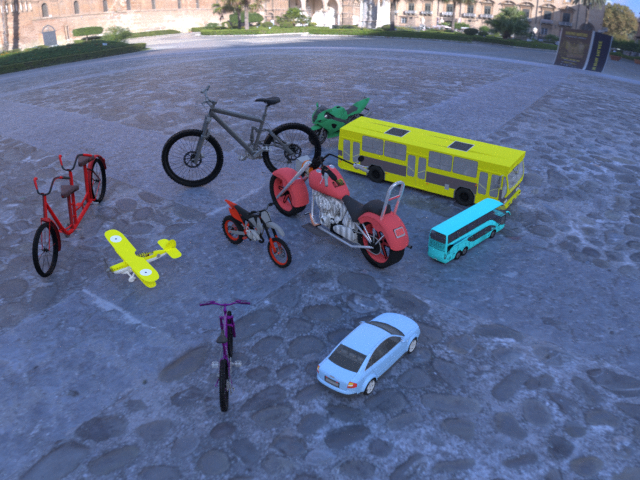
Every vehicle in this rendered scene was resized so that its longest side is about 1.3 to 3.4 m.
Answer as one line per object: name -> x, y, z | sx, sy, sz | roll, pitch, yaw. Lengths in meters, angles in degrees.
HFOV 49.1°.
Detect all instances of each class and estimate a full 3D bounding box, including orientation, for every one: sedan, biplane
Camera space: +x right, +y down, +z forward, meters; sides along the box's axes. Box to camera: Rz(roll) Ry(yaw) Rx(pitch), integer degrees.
sedan -> 0.607, 1.259, 8.232 | 0.635, 0.483, 1.613 | 21, 36, 32
biplane -> -2.512, 0.279, 9.933 | 1.090, 0.504, 1.336 | -22, 36, -33

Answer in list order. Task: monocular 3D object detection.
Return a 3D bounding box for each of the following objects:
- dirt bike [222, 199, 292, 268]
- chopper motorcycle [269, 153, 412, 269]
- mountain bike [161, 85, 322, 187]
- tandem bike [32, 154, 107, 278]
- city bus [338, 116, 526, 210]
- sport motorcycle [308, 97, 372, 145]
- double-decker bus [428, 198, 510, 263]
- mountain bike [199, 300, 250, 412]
dirt bike -> -0.955, -0.155, 10.341 | 1.493, 0.857, 0.527 | 25, 38, 37
chopper motorcycle -> 0.193, -0.659, 10.598 | 0.906, 1.480, 3.040 | -22, 36, -33
mountain bike -> -1.380, -1.783, 12.364 | 2.857, 1.688, 1.114 | -5, 30, -9
tandem bike -> -3.828, -0.686, 10.801 | 0.550, 1.326, 3.192 | 1, 30, 2
city bus -> 1.906, -1.374, 12.447 | 3.255, 0.894, 0.926 | 18, 34, 28
sport motorcycle -> 0.403, -2.446, 14.407 | 1.520, 0.821, 0.506 | -19, 35, -30
double-decker bus -> 2.283, -0.172, 10.690 | 1.672, 0.541, 0.389 | -26, 39, -38
mountain bike -> -1.063, 1.218, 7.913 | 0.573, 0.868, 1.469 | -2, 30, -3
